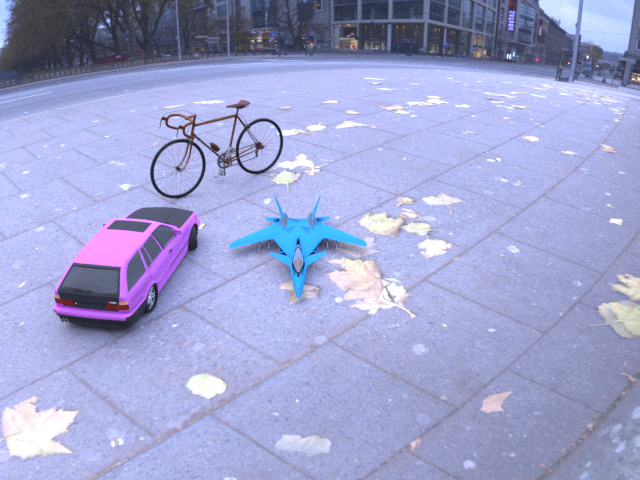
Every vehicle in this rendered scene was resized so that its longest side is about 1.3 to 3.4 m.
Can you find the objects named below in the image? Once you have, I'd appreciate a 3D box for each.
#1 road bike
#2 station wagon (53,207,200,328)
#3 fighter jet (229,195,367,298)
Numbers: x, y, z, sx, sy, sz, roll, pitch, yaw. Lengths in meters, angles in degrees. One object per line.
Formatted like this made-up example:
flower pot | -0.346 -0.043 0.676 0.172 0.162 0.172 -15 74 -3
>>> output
road bike | -1.924 -1.820 13.462 3.004 1.656 0.696 -21 35 -34
station wagon | -2.799 0.154 10.594 1.327 0.920 3.105 5 29 9
fighter jet | -0.348 0.059 11.151 2.229 0.557 2.640 -1 28 -2
